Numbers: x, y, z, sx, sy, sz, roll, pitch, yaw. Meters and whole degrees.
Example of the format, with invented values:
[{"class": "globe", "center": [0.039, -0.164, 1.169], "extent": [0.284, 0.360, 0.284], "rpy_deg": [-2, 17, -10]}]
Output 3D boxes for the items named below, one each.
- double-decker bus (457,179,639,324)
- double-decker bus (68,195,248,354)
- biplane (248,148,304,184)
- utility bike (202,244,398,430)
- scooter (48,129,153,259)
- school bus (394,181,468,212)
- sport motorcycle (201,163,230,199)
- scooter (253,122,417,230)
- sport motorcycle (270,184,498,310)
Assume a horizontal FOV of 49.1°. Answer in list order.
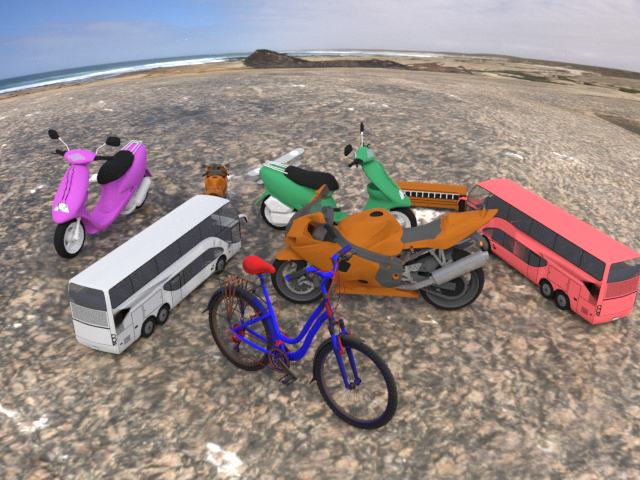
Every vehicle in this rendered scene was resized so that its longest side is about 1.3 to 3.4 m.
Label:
[{"class": "double-decker bus", "center": [3.218, 0.027, 10.254], "extent": [0.756, 1.052, 3.251], "rpy_deg": [-11, 29, -20]}, {"class": "double-decker bus", "center": [-2.106, 0.322, 9.681], "extent": [0.756, 1.052, 3.251], "rpy_deg": [11, 29, 21]}, {"class": "biplane", "center": [-0.732, -1.334, 13.505], "extent": [1.336, 0.504, 1.090], "rpy_deg": [-22, 34, -36]}, {"class": "utility bike", "center": [-0.262, 0.881, 7.729], "extent": [2.791, 1.839, 1.039], "rpy_deg": [19, 33, 33]}, {"class": "scooter", "center": [-3.551, -0.985, 11.423], "extent": [1.288, 1.786, 2.721], "rpy_deg": [8, 28, 16]}, {"class": "school bus", "center": [2.021, -0.773, 12.489], "extent": [1.708, 0.434, 0.365], "rpy_deg": [5, 28, 9]}, {"class": "sport motorcycle", "center": [-1.797, -0.792, 12.102], "extent": [0.506, 0.821, 1.520], "rpy_deg": [-2, 27, -4]}, {"class": "scooter", "center": [0.228, -0.873, 11.203], "extent": [2.721, 1.786, 1.288], "rpy_deg": [6, 28, 12]}, {"class": "sport motorcycle", "center": [0.797, 0.191, 9.339], "extent": [2.955, 1.596, 0.983], "rpy_deg": [2, 27, 3]}]
